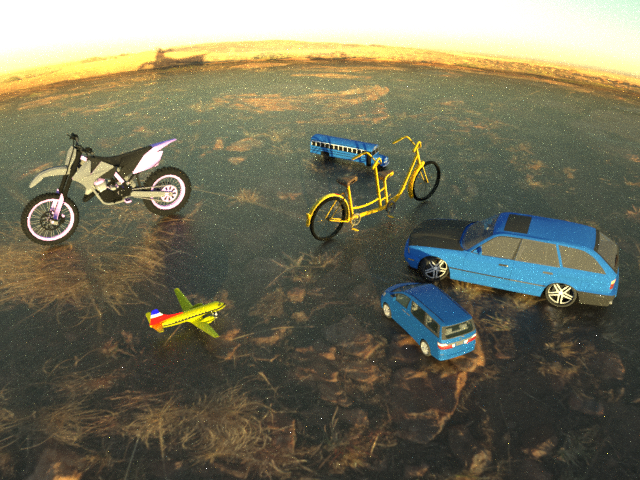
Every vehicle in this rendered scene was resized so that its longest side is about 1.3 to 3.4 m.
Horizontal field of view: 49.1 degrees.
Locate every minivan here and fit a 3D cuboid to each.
[{"bbox_3d":[1.397,0.953,9.258,0.681,0.616,1.548,-13,31,-23],"label":"minivan"}]

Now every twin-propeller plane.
[{"bbox_3d":[-1.773,0.970,9.444,1.095,0.407,1.370,-17,33,-28],"label":"twin-propeller plane"}]

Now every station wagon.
[{"bbox_3d":[2.820,0.138,10.430,3.105,0.920,1.327,11,30,19],"label":"station wagon"}]

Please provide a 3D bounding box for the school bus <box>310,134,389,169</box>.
[{"bbox_3d":[0.621,-1.851,14.573,1.708,0.434,0.365,14,32,24],"label":"school bus"}]

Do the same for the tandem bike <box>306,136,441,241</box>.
[{"bbox_3d":[1.003,-0.938,11.976,3.192,1.326,0.550,-22,36,-34],"label":"tandem bike"}]

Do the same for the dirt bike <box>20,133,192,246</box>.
[{"bbox_3d":[-3.502,-0.913,11.575,2.903,1.666,1.024,-18,33,-29],"label":"dirt bike"}]
